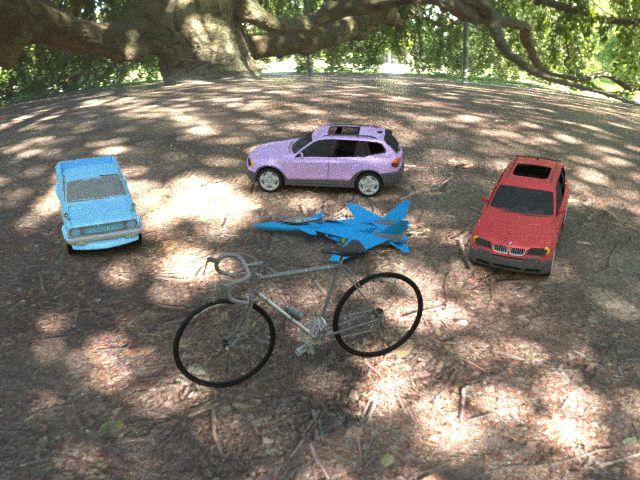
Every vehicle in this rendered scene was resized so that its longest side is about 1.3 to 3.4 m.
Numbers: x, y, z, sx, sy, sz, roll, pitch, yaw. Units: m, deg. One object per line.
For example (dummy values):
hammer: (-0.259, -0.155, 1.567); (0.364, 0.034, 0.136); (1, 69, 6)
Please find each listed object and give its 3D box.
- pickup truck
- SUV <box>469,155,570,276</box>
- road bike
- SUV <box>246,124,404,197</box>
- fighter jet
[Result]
pickup truck: (-3.860, -0.793, 11.984); (1.244, 0.993, 3.117); (-10, 28, -19)
SUV: (3.270, -0.487, 11.201); (1.276, 1.128, 3.058); (11, 28, 21)
road bike: (-0.177, 0.805, 7.947); (3.004, 1.656, 0.697); (-8, 27, -17)
SUV: (0.099, -1.610, 13.506); (3.058, 1.128, 1.276); (3, 26, 6)
fighter jet: (0.173, -0.305, 11.480); (2.640, 0.557, 2.229); (4, 26, 8)
